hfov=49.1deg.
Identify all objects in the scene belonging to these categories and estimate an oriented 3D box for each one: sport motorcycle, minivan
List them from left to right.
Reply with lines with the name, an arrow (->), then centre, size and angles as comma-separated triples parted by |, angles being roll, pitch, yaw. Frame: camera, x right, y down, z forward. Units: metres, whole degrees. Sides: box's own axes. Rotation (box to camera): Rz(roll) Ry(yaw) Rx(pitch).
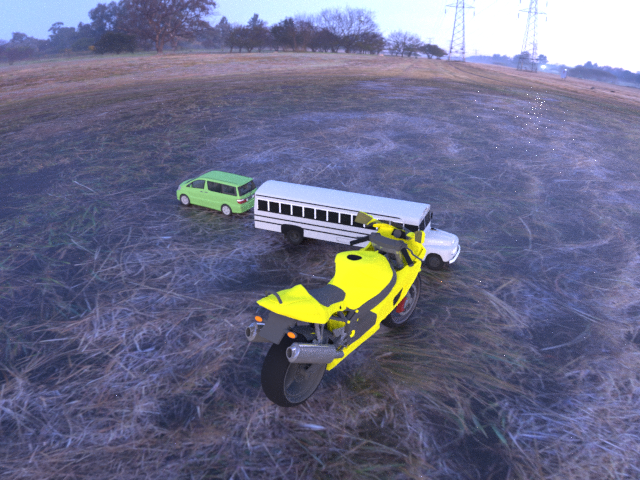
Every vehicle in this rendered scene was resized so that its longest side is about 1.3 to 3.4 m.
minivan -> -1.885, -0.905, 12.660 | 1.548, 0.616, 0.681 | 14, 29, 27
sport motorcycle -> 0.351, 0.748, 8.163 | 0.983, 1.596, 2.955 | 20, 33, 35

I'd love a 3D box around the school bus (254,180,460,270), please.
school bus -> 0.568, -0.280, 11.121 | 3.322, 0.844, 0.709 | 10, 28, 20
